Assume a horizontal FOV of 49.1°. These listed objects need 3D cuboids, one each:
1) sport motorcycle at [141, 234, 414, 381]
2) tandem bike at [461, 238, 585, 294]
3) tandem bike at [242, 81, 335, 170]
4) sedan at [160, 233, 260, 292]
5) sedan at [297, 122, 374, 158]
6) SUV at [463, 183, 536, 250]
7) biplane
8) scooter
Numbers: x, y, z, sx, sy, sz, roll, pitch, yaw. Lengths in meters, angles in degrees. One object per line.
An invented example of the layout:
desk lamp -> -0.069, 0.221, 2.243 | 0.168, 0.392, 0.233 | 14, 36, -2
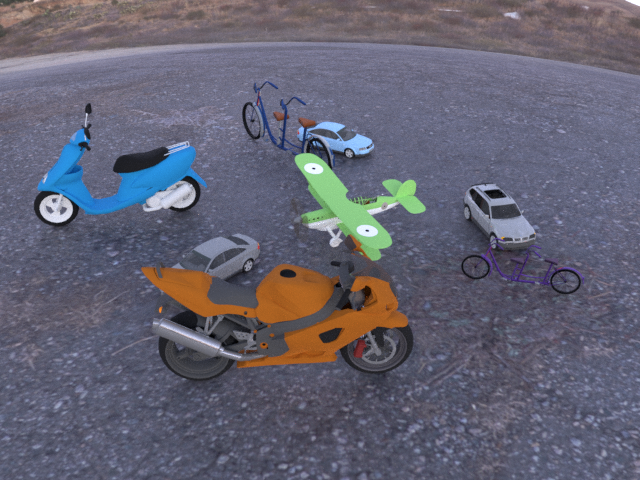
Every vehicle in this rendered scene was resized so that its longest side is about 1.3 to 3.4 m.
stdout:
sport motorcycle -> -0.406, 0.872, 7.781 | 2.955, 1.596, 0.983 | -1, 30, -2
tandem bike -> 2.774, 0.357, 9.583 | 1.642, 0.682, 0.283 | 9, 31, 15
tandem bike -> -0.682, -2.170, 13.305 | 0.550, 1.326, 3.192 | -20, 35, -30
sedan -> -1.545, 0.322, 9.841 | 0.635, 0.483, 1.613 | 24, 38, 35
sedan -> 0.307, -2.040, 13.921 | 1.613, 0.483, 0.635 | 16, 34, 26
SUV -> 2.796, -0.396, 10.985 | 0.656, 0.580, 1.572 | -7, 31, -12
biplane -> 0.581, -0.468, 10.710 | 2.120, 0.981, 2.598 | -14, 33, -23
scooter -> -3.198, -1.145, 11.075 | 2.721, 1.786, 1.288 | -8, 31, -13
